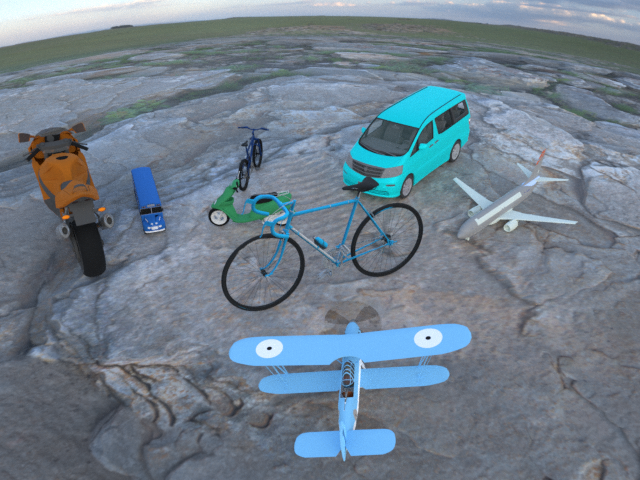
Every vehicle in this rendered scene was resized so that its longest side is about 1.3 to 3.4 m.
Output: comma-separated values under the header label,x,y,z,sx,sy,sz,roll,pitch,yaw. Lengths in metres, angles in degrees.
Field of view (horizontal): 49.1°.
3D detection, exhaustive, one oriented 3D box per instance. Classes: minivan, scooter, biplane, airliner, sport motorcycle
label,x,y,z,sx,sy,sz,roll,pitch,yaw
minivan,1.618,-1.816,12.701,1.324,1.197,3.011,21,37,30
scooter,-1.081,-0.624,11.007,1.399,0.919,0.662,0,31,0
biplane,0.266,1.518,7.422,2.598,0.981,2.120,3,31,4
airliner,2.961,-0.720,11.246,2.257,0.835,2.541,26,40,36
sport motorcycle,-3.715,-0.662,10.417,0.983,1.596,2.955,-15,34,-23

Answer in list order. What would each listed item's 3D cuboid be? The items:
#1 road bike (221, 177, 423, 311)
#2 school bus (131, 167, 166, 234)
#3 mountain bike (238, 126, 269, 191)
label,x,y,z,sx,sy,sz,roll,pitch,yaw
road bike,0.109,0.007,9.258,3.004,1.656,0.697,-14,34,-22
school bus,-2.838,-0.663,11.537,0.365,0.434,1.708,-10,33,-16
mountain bike,-1.238,-1.496,12.491,0.573,0.868,1.469,6,32,9
